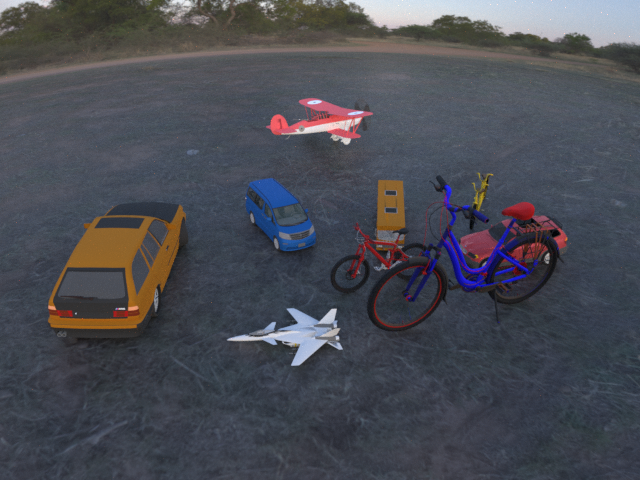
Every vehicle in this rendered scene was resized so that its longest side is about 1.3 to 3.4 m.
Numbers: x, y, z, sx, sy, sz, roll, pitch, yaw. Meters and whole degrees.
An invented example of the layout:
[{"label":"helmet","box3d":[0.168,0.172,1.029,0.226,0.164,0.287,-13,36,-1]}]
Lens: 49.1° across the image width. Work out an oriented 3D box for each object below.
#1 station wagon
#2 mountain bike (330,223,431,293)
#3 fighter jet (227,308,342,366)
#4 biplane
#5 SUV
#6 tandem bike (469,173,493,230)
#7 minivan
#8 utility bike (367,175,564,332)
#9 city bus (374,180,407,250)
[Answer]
[{"label":"station wagon","box3d":[-2.617,0.136,9.437,1.327,0.920,3.105,0,29,1]},{"label":"mountain bike","box3d":[0.824,0.234,9.311,1.469,0.868,0.573,-10,30,-18]},{"label":"fighter jet","box3d":[-0.433,1.085,8.355,1.358,0.286,1.147,-2,29,-4]},{"label":"biplane","box3d":[-0.016,-2.325,13.904,2.120,0.981,2.598,-14,31,-24]},{"label":"SUV","box3d":[2.752,0.020,10.007,1.572,0.580,0.656,-7,29,-13]},{"label":"tandem bike","box3d":[2.600,-0.755,11.327,0.283,0.682,1.642,10,30,18]},{"label":"minivan","box3d":[-0.618,-0.398,10.738,0.681,0.616,1.548,-14,31,-24]},{"label":"utility bike","box3d":[1.887,0.214,8.331,2.791,1.839,1.039,-11,30,-19]},{"label":"city bus","box3d":[1.091,-0.390,10.887,0.476,0.460,1.674,2,29,4]}]
